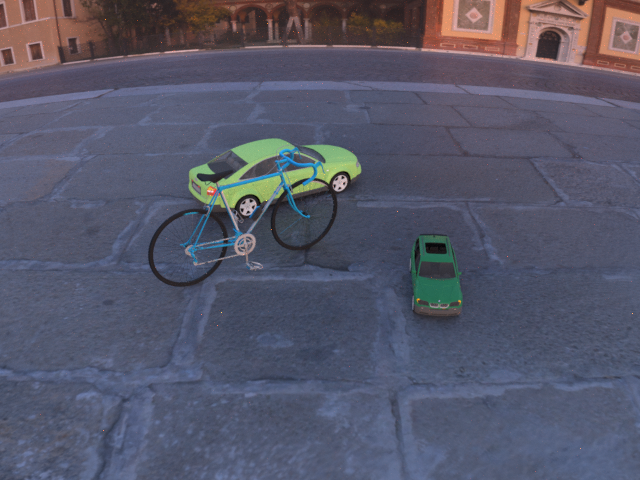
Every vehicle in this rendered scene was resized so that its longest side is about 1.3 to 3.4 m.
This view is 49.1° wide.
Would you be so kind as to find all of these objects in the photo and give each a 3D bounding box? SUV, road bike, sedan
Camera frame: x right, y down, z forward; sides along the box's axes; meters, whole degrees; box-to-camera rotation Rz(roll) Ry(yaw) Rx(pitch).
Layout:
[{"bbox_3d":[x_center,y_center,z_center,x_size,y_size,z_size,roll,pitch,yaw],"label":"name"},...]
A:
[{"bbox_3d":[1.562,0.440,9.497,0.656,0.580,1.572,2,29,4],"label":"SUV"},{"bbox_3d":[-0.997,-0.347,9.805,3.004,1.656,0.697,-18,34,-28],"label":"road bike"},{"bbox_3d":[-0.722,-1.233,12.135,3.137,0.940,1.235,-16,33,-27],"label":"sedan"}]
